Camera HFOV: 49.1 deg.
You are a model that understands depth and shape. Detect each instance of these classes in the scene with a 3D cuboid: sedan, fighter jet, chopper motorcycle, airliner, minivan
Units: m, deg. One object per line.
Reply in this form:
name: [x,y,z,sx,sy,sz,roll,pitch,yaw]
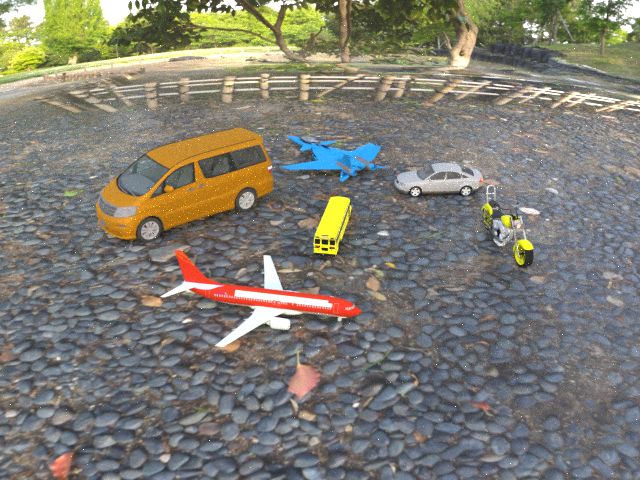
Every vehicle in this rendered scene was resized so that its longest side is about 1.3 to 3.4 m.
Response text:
sedan: [2.181,-1.134,12.843,1.613,0.483,0.635,-1,28,-2]
fighter jet: [0.090,-1.905,14.226,2.229,0.557,2.640,-19,33,-32]
chopper motorcycle: [2.901,-0.232,10.837,0.466,0.761,1.563,-6,28,-11]
airliner: [-0.707,0.608,9.165,2.541,0.835,2.257,5,28,10]
minivan: [-2.268,-0.982,11.791,3.011,1.197,1.324,-20,34,-34]

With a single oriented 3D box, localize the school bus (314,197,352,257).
school bus: [0.229,-0.268,11.255,0.365,0.434,1.708,5,28,9]
